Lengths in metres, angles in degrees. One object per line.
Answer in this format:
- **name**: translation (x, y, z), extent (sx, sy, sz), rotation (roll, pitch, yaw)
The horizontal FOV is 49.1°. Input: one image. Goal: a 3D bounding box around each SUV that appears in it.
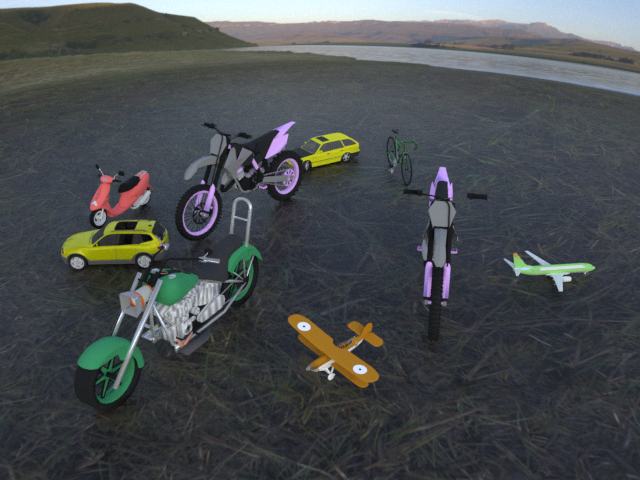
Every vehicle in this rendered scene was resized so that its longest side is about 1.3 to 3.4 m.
- **SUV**: translation (-3.019, 0.036, 10.360), extent (1.572, 0.580, 0.656), rotation (-1, 27, -2)

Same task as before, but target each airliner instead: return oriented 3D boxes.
- **airliner**: translation (3.319, 0.334, 9.948), extent (1.307, 0.429, 1.161), rotation (-4, 28, -7)

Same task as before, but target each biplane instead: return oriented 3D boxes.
- **biplane**: translation (0.247, 1.276, 8.051), extent (1.090, 0.504, 1.336), rotation (-25, 36, -39)

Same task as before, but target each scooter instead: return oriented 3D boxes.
- **scooter**: translation (-3.323, -0.823, 11.649), extent (0.662, 0.919, 1.399), rotation (16, 32, 28)

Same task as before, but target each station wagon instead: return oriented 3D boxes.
- **station wagon**: translation (0.014, -1.797, 14.010), extent (1.597, 0.473, 0.682), rotation (-16, 32, -28)

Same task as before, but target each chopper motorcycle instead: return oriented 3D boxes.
- **chopper motorcycle**: translation (-1.674, 0.655, 8.188), extent (0.906, 1.480, 3.040), rotation (15, 31, 27)

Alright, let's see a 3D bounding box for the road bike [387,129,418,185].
- **road bike**: translation (1.501, -1.634, 13.285), extent (0.358, 0.852, 1.545), rotation (-6, 28, -11)

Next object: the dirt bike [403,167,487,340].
- **dirt bike**: translation (1.588, -0.006, 9.261), extent (1.024, 1.666, 2.903), rotation (4, 28, 8)

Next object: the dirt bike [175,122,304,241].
- **dirt bike**: translation (-1.233, -1.099, 11.369), extent (1.024, 1.666, 2.903), rotation (21, 34, 34)
